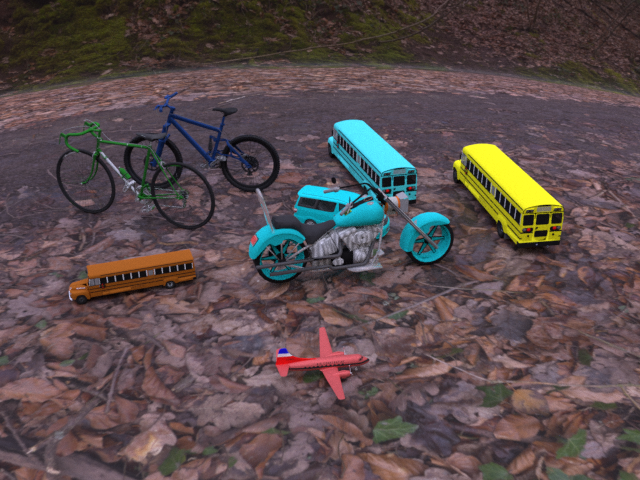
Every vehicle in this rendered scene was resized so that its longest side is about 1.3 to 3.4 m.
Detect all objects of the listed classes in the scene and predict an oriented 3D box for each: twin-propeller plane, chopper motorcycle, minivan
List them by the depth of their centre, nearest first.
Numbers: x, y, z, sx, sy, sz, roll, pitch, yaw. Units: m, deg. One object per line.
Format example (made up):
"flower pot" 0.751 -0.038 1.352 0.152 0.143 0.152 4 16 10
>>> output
"twin-propeller plane" 0.035 1.366 8.012 1.095 0.407 1.370 -4 27 -8
"chopper motorcycle" 0.492 -0.181 9.861 3.040 1.480 0.906 -8 28 -15
"minivan" 0.362 -0.452 11.342 1.548 0.616 0.681 10 29 19

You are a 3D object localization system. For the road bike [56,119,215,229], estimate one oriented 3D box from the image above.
"road bike" -3.076 -1.062 11.392 3.004 1.656 0.697 9 28 17

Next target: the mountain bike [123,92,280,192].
"mountain bike" -2.144 -1.670 12.547 2.857 1.688 1.114 1 27 3

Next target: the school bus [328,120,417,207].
"school bus" 0.884 -1.538 13.215 0.709 0.844 3.322 -7 28 -14

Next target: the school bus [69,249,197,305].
"school bus" -2.595 0.496 9.685 1.708 0.434 0.365 -10 29 -18

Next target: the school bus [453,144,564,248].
"school bus" 3.068 -0.874 11.917 0.709 0.844 3.322 -4 27 -8
